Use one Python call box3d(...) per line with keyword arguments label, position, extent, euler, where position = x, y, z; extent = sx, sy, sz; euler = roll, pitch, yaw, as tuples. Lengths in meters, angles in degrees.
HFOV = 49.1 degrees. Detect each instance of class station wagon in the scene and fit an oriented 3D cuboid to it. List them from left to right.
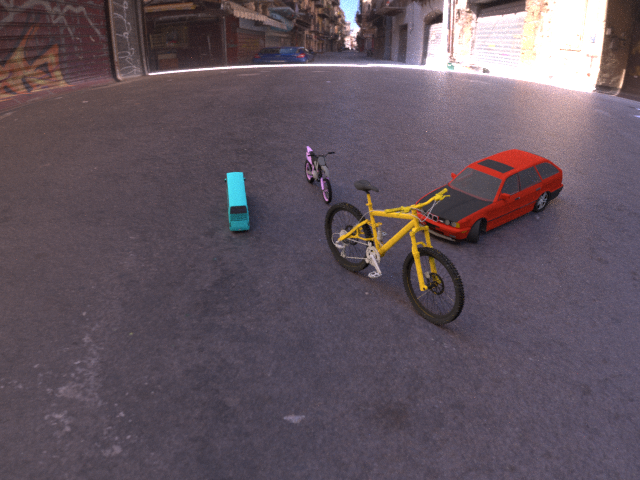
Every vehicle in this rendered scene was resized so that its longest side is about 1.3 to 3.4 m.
box3d(label="station wagon", position=(3.022, -0.884, 12.433), extent=(3.105, 0.920, 1.327), euler=(-22, 35, -35))

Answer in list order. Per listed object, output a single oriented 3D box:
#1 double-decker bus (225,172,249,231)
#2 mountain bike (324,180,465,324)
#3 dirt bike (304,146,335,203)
box3d(label="double-decker bus", position=(-1.486, -0.725, 12.537), extent=(0.389, 0.541, 1.672), euler=(-4, 28, -7))
box3d(label="mountain bike", position=(0.970, 0.022, 9.918), extent=(1.114, 1.688, 2.857), euler=(-20, 34, -32))
box3d(label="dirt bike", position=(-0.031, -1.303, 13.285), extent=(0.527, 0.857, 1.493), euler=(-9, 29, -16))
